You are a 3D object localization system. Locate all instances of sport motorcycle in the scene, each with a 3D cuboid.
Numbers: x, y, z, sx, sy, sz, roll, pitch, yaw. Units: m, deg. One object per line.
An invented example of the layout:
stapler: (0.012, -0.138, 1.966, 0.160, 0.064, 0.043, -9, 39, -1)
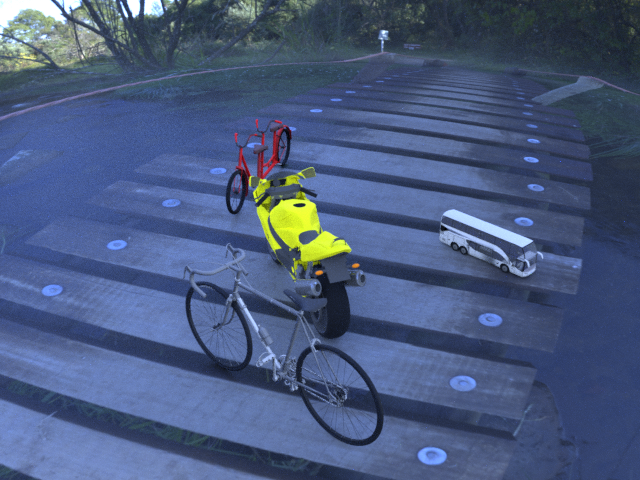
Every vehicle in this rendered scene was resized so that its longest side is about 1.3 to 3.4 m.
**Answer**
sport motorcycle: (-0.252, 0.082, 9.557, 0.983, 1.596, 2.955, -10, 30, -19)

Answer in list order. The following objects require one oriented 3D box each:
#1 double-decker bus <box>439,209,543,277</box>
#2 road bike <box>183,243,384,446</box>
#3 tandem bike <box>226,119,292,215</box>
double-decker bus: (2.583, 0.048, 10.745, 0.389, 0.541, 1.672, -23, 36, -37)
road bike: (-0.511, 1.089, 7.597, 3.004, 1.656, 0.696, 22, 35, 36)
tandem bike: (-1.084, -1.600, 13.014, 0.550, 1.326, 3.192, 8, 29, 15)
